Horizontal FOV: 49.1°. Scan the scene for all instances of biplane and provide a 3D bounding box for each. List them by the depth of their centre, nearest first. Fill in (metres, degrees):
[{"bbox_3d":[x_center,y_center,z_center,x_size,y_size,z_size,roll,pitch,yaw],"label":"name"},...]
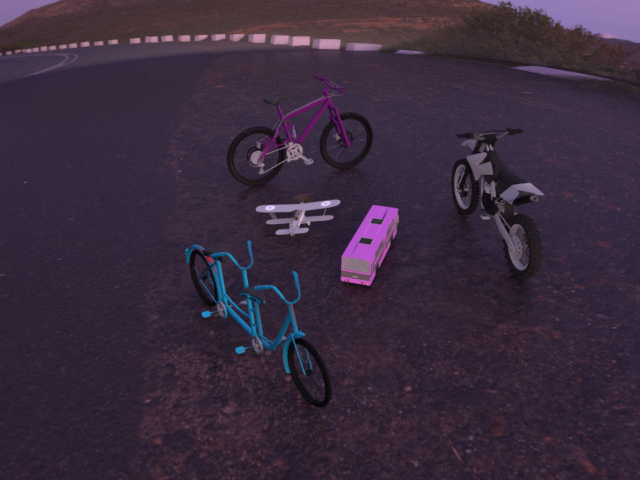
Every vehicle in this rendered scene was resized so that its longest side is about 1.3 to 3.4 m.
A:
[{"bbox_3d":[-0.372,-0.330,10.814,1.336,0.504,1.090,4,29,7],"label":"biplane"}]

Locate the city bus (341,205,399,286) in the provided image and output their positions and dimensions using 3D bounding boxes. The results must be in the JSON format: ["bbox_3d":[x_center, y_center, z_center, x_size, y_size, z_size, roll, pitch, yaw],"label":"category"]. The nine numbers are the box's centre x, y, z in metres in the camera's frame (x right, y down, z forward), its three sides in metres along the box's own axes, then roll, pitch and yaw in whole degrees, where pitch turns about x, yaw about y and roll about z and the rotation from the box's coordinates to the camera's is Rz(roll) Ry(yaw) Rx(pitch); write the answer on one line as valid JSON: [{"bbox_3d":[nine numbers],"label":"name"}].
[{"bbox_3d":[0.742,0.068,10.139,0.476,0.460,1.674,9,30,16],"label":"city bus"}]

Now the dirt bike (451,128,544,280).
[{"bbox_3d":[2.547,-0.709,10.298,1.024,1.666,2.903,-6,29,-11],"label":"dirt bike"}]

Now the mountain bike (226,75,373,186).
[{"bbox_3d":[-0.307,-1.904,12.440,2.857,1.688,1.114,-13,31,-22],"label":"mountain bike"}]

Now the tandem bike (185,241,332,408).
[{"bbox_3d":[-0.823,0.692,8.114,0.550,1.326,3.192,-19,34,-31],"label":"tandem bike"}]
